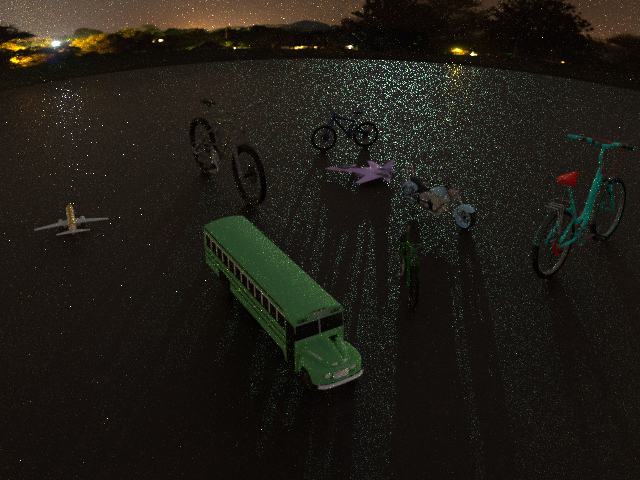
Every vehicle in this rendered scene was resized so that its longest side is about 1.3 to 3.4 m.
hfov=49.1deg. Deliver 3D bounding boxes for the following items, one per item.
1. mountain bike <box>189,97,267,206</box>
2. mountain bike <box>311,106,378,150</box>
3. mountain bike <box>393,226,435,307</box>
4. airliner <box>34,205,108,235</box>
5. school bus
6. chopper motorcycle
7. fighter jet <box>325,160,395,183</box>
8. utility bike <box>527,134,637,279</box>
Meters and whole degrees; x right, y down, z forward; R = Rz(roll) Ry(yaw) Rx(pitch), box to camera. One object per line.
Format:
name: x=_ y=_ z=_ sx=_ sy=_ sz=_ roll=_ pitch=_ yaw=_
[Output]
mountain bike: x=-1.747 y=-1.736 z=12.716 sx=1.114 sy=1.688 sz=2.857 roll=-18 pitch=33 yaw=-30
mountain bike: x=0.525 y=-2.315 z=14.654 sx=1.469 sy=0.868 sz=0.573 roll=-7 pitch=29 yaw=-12
mountain bike: x=1.252 y=0.278 z=9.842 sx=0.573 sy=0.868 sz=1.469 roll=-1 pitch=28 yaw=-2
airliner: x=-4.130 y=-0.410 z=11.581 sx=1.161 sy=0.429 sz=1.307 roll=-10 pitch=30 yaw=-18
school bus: x=-0.565 y=0.710 z=9.066 sx=0.709 sy=0.844 sz=3.322 roll=-15 pitch=32 yaw=-26
chopper motorcycle: x=2.004 y=-0.753 z=11.868 sx=0.466 sy=0.761 sz=1.563 roll=-23 pitch=36 yaw=-36
fighter jet: x=0.751 y=-1.400 z=13.570 sx=1.358 sy=0.286 sz=1.147 roll=7 pitch=29 yaw=13
utility bike: x=3.843 y=-0.574 z=10.401 sx=2.791 sy=1.839 sz=1.039 roll=-24 pitch=36 yaw=-37
